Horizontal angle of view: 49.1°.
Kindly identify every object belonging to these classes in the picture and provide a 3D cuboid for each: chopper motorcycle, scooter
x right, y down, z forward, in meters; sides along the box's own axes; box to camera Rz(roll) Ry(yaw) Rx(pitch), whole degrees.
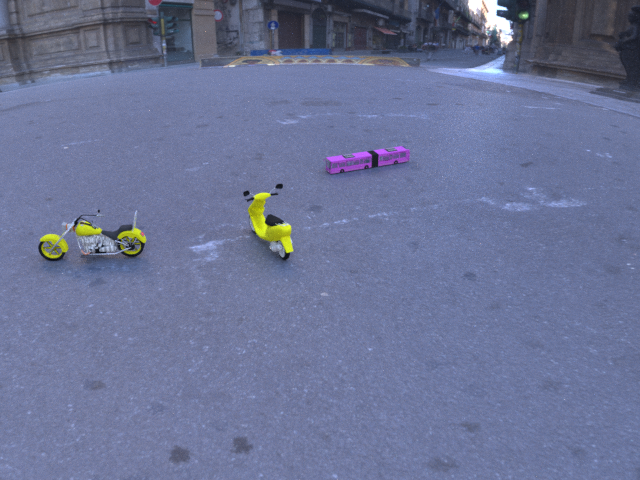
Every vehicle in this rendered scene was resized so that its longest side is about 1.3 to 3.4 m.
[{"bbox_3d":[-3.362,-0.067,10.295,1.563,0.761,0.466,-1,27,-3],"label":"chopper motorcycle"},{"bbox_3d":[-0.777,-0.318,10.608,0.662,0.919,1.399,-15,31,-26],"label":"scooter"}]

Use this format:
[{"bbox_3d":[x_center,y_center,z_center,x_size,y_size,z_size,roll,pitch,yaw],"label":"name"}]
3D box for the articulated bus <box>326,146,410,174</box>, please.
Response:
[{"bbox_3d":[0.935,-1.574,13.716,1.749,0.289,0.311,-11,29,-20],"label":"articulated bus"}]
